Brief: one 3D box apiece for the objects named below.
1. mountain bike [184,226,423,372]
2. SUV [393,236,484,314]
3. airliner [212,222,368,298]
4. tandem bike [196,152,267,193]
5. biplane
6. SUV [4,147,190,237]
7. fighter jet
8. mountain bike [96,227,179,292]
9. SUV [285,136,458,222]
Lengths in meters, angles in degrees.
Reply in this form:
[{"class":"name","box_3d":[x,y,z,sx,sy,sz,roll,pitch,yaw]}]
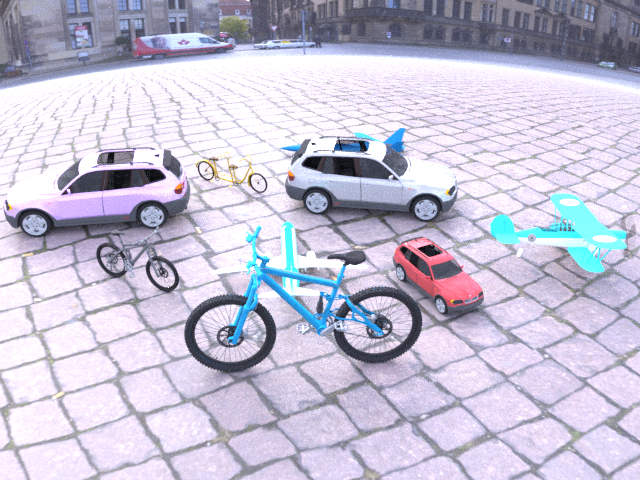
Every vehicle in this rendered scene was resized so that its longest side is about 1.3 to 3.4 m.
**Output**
[{"class":"mountain bike","box_3d":[-0.181,0.810,8.253,2.857,1.688,1.114,-3,29,-5]},{"class":"SUV","box_3d":[1.671,0.469,10.021,0.656,0.580,1.572,-15,32,-25]},{"class":"airliner","box_3d":[-0.453,0.133,10.367,2.257,0.835,2.541,-2,29,-3]},{"class":"tandem bike","box_3d":[-1.686,-1.323,13.170,1.642,0.682,0.283,15,32,25]},{"class":"biplane","box_3d":[3.642,-0.085,10.611,2.120,0.981,2.598,2,29,3]},{"class":"SUV","box_3d":[-3.766,-0.886,11.913,3.058,1.128,1.276,-4,29,-8]},{"class":"fighter jet","box_3d":[0.460,-1.983,14.500,2.640,0.557,2.229,4,29,8]},{"class":"mountain bike","box_3d":[-2.668,0.257,10.108,1.469,0.868,0.573,13,31,22]},{"class":"SUV","box_3d":[0.909,-1.150,12.392,3.058,1.128,1.276,4,29,7]}]
